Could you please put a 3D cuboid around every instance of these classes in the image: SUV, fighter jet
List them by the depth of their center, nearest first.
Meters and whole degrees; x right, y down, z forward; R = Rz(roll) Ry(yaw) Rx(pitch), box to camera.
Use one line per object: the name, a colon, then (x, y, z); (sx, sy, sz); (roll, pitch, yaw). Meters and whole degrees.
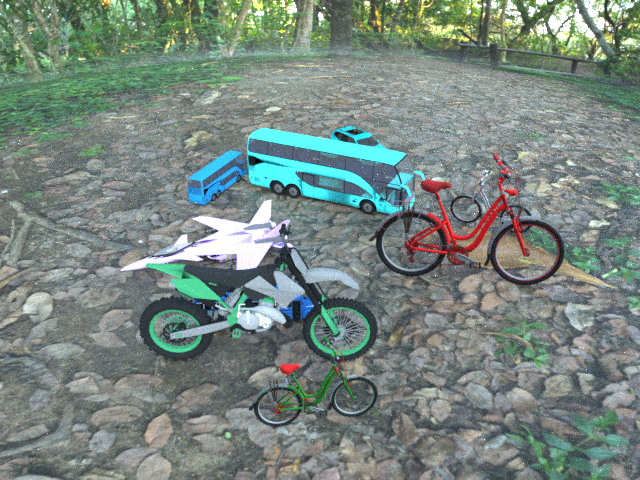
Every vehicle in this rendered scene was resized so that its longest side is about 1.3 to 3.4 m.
fighter jet: (-1.778, 0.024, 10.819); (2.640, 0.557, 2.229); (-13, 32, -22)
SUV: (0.830, -1.892, 14.263); (0.656, 0.580, 1.572); (-20, 35, -32)

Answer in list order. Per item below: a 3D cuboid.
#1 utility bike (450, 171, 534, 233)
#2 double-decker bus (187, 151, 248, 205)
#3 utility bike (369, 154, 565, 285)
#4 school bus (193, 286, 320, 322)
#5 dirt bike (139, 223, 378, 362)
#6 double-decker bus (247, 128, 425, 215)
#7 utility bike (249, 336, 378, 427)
utility bike: (2.848, -0.583, 11.515); (1.435, 0.946, 0.535); (13, 31, 22)
double-decker bus: (-1.879, -1.189, 13.032); (0.389, 0.541, 1.672); (12, 31, 21)
utility bike: (2.114, -0.284, 10.050); (2.791, 1.839, 1.039); (4, 29, 8)
school bus: (-0.830, 0.858, 9.435); (1.708, 0.434, 0.365); (-2, 29, -3)
dirt bike: (-0.750, 0.757, 8.344); (2.903, 1.666, 1.024); (1, 29, 1)
double-decker bus: (0.214, -1.226, 12.570); (3.251, 1.052, 0.756); (14, 32, 23)
utility bike: (-0.073, 1.567, 7.623); (1.435, 0.946, 0.535); (-5, 29, -9)
